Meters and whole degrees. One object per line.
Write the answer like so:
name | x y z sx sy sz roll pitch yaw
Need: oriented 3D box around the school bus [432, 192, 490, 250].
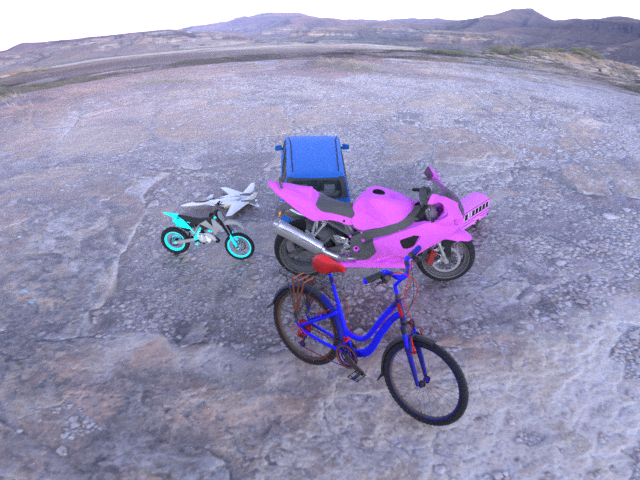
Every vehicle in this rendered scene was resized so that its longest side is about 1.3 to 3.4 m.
school bus | 2.145 -0.291 11.331 0.365 0.434 1.708 25 38 36

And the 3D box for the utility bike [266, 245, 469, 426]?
utility bike | 0.506 0.875 7.886 2.791 1.839 1.039 22 36 33

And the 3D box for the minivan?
minivan | -0.117 -1.160 12.080 1.324 1.197 3.011 -1 30 -2

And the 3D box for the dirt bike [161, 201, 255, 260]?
dirt bike | -1.721 -0.119 10.606 1.493 0.857 0.527 5 30 9

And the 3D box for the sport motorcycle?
sport motorcycle | 0.744 -0.151 9.919 2.955 1.596 0.983 2 30 4

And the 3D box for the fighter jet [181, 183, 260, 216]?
fighter jet | -1.764 -0.735 12.252 1.358 0.286 1.147 -6 30 -10
